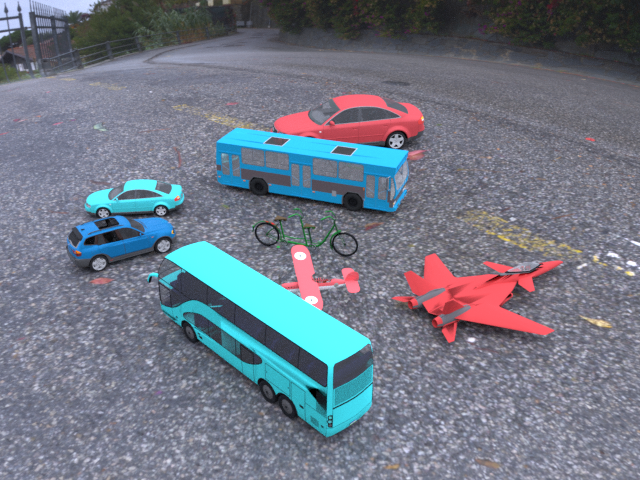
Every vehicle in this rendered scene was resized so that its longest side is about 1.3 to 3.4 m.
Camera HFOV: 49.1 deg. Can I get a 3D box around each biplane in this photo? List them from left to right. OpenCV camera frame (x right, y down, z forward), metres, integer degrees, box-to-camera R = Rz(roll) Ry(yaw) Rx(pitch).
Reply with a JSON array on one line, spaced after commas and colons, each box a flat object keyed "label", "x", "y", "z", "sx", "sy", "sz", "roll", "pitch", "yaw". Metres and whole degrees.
[{"label": "biplane", "x": -0.019, "y": 0.591, "z": 9.192, "sx": 1.090, "sy": 0.504, "sz": 1.336, "roll": -5, "pitch": 29, "yaw": -9}]

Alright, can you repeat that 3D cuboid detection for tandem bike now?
[{"label": "tandem bike", "x": -0.233, "y": -0.137, "z": 10.333, "sx": 1.642, "sy": 0.682, "sz": 0.283, "roll": 8, "pitch": 30, "yaw": 14}]

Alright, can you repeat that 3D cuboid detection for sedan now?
[{"label": "sedan", "x": -3.075, "y": -0.714, "z": 11.592, "sx": 1.613, "sy": 0.483, "sz": 0.635, "roll": -3, "pitch": 29, "yaw": -5}, {"label": "sedan", "x": 0.555, "y": -2.395, "z": 14.180, "sx": 3.137, "sy": 0.940, "sz": 1.235, "roll": -5, "pitch": 29, "yaw": -10}]

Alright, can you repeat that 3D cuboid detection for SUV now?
[{"label": "SUV", "x": -2.909, "y": -0.048, "z": 10.276, "sx": 1.572, "sy": 0.580, "sz": 0.656, "roll": -17, "pitch": 33, "yaw": -28}]

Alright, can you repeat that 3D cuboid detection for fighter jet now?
[{"label": "fighter jet", "x": 2.353, "y": 0.497, "z": 9.308, "sx": 2.640, "sy": 0.557, "sz": 2.229, "roll": -17, "pitch": 33, "yaw": -28}]

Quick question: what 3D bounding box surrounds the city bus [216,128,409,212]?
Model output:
[{"label": "city bus", "x": -0.158, "y": -1.196, "z": 12.043, "sx": 3.255, "sy": 0.894, "sz": 0.926, "roll": 10, "pitch": 30, "yaw": 18}]

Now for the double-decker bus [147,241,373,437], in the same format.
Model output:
[{"label": "double-decker bus", "x": -0.766, "y": 0.968, "z": 7.935, "sx": 0.756, "sy": 1.052, "sz": 3.251, "roll": -24, "pitch": 37, "yaw": -37}]
